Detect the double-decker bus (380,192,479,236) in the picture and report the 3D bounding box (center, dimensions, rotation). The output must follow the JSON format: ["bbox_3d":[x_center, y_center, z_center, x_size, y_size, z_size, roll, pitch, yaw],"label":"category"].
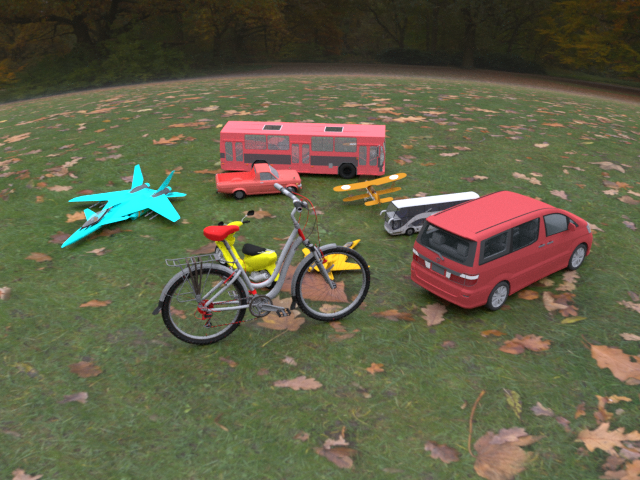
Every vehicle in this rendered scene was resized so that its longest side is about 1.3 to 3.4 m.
[{"bbox_3d":[1.843,-0.434,11.604,1.672,0.541,0.389,-7,27,-15],"label":"double-decker bus"}]

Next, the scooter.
[{"bbox_3d":[-1.075,0.123,10.026,1.399,0.919,0.662,23,34,39],"label":"scooter"}]

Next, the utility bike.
[{"bbox_3d":[-0.703,0.291,8.628,2.791,1.839,1.039,-8,27,-17],"label":"utility bike"}]

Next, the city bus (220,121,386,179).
[{"bbox_3d":[-0.320,-1.803,14.017,3.255,0.894,0.926,2,26,5],"label":"city bus"}]

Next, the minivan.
[{"bbox_3d":[2.697,-0.016,9.993,3.011,1.197,1.324,-19,32,-34],"label":"minivan"}]

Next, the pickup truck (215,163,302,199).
[{"bbox_3d":[-1.152,-1.126,13.063,1.603,0.511,0.640,-5,26,-10],"label":"pickup truck"}]

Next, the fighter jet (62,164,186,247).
[{"bbox_3d":[-3.487,-0.571,11.867,2.229,0.557,2.640,11,28,21],"label":"fighter jet"}]

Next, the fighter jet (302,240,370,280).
[{"bbox_3d":[0.287,0.169,10.655,1.147,0.286,1.358,15,30,28],"label":"fighter jet"}]

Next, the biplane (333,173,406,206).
[{"bbox_3d":[0.924,-0.841,12.483,1.336,0.504,1.090,-4,26,-9],"label":"biplane"}]
